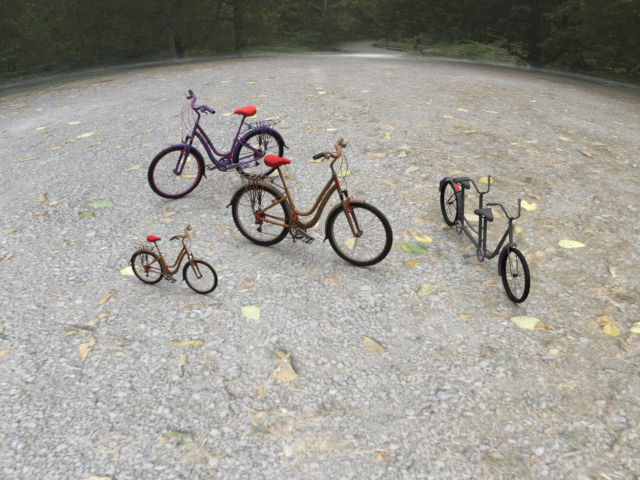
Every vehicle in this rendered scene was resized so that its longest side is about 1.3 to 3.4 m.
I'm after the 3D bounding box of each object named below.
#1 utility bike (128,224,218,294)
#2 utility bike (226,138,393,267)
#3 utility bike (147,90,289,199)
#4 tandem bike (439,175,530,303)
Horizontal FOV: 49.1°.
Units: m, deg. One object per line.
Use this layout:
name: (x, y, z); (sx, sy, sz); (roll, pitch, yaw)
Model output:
utility bike: (-2.090, 0.248, 9.916); (1.435, 0.946, 0.535); (9, 30, 16)
utility bike: (-0.179, -0.645, 10.606); (2.791, 1.839, 1.039); (12, 31, 20)
utility bike: (-1.745, -1.715, 12.538); (2.791, 1.839, 1.039); (-16, 33, -27)
tandem bike: (2.423, -0.317, 10.544); (0.550, 1.326, 3.192); (-6, 30, -11)
